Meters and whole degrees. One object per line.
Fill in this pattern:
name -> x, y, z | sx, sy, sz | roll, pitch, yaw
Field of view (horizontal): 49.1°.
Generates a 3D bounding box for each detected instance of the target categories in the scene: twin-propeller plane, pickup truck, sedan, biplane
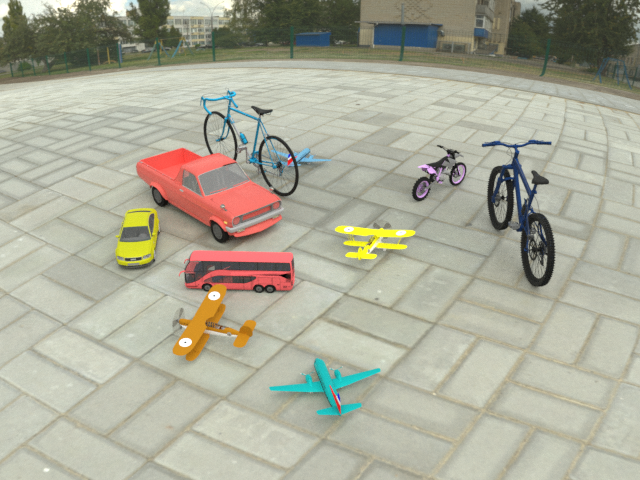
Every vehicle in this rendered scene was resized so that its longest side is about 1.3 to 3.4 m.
twin-propeller plane -> 0.095, 1.674, 8.239 | 1.370, 0.407, 1.095 | -7, 30, -13
pickup truck -> -2.021, -0.981, 12.430 | 1.244, 0.993, 3.117 | -24, 37, -36
twin-propeller plane -> -0.434, -1.737, 14.399 | 1.370, 0.407, 1.095 | 12, 31, 20
sedan -> -2.957, -0.097, 11.359 | 0.635, 0.483, 1.613 | -4, 29, -7
biplane -> 0.793, 0.055, 11.063 | 1.336, 0.504, 1.090 | 13, 31, 22
biplane -> -1.384, 1.158, 9.071 | 1.090, 0.504, 1.336 | 8, 30, 15

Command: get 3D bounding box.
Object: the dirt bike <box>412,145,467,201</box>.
dirt bike -> 2.259, -1.277, 13.103 | 1.493, 0.857, 0.527 | -22, 36, -35

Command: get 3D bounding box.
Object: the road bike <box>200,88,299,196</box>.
road bike -> -1.395, -1.913, 13.427 | 0.696, 1.656, 3.004 | -24, 37, -36

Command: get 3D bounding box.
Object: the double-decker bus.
double-decker bus -> -1.210, 0.456, 10.301 | 1.672, 0.541, 0.389 | 1, 29, 2

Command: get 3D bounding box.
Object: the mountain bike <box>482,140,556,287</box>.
mountain bike -> 3.126, -0.547, 10.928 | 1.114, 1.688, 2.857 | -2, 29, -4
